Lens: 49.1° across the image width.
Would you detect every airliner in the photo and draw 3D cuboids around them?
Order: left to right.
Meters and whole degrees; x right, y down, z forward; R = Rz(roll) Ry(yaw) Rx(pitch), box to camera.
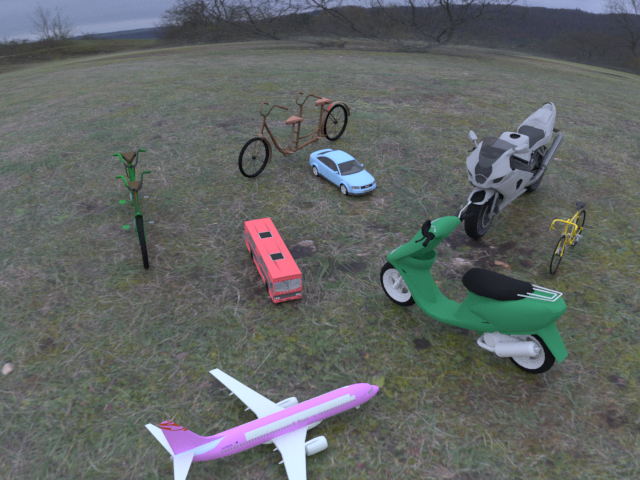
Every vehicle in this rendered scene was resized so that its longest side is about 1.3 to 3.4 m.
[{"bbox_3d":[-0.446,1.790,7.313,2.541,0.835,2.257,-16,34,-24],"label":"airliner"}]

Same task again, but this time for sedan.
[{"bbox_3d":[0.406,-1.295,12.812,0.635,0.483,1.613,-18,35,-28],"label":"sedan"}]

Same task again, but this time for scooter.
[{"bbox_3d":[1.825,0.472,8.590,2.721,1.786,1.288,26,40,37],"label":"scooter"}]

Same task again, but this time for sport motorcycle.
[{"bbox_3d":[3.158,-1.184,11.541,0.983,1.596,2.955,21,37,31],"label":"sport motorcycle"}]

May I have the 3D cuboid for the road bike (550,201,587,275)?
[{"bbox_3d":[3.728,-0.091,10.441,0.358,0.852,1.545,20,36,29],"label":"road bike"}]

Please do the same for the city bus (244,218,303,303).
[{"bbox_3d":[-0.703,0.279,10.203,0.476,0.460,1.674,-10,32,-16],"label":"city bus"}]

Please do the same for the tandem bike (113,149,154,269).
[{"bbox_3d":[-2.946,-0.774,11.121,0.550,1.326,3.192,-9,32,-14],"label":"tandem bike"}]

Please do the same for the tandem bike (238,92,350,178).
[{"bbox_3d":[-0.421,-2.210,13.520,0.550,1.326,3.192,24,38,34],"label":"tandem bike"}]
